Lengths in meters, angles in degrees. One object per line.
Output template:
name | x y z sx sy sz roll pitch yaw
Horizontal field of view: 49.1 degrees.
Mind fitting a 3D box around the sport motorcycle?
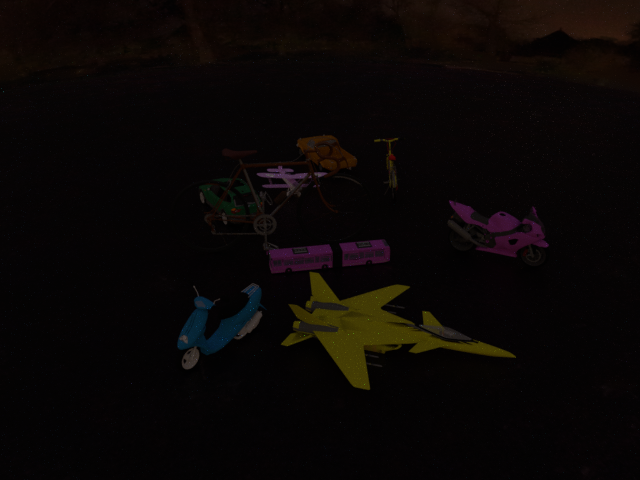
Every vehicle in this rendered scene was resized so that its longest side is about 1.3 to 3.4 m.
sport motorcycle | 2.564 -0.096 10.092 1.520 0.821 0.506 13 30 24

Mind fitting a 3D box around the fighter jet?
fighter jet | 0.969 0.994 8.246 2.640 0.557 2.229 8 28 16

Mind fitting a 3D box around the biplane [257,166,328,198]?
biplane | -0.520 -1.075 12.358 1.336 0.504 1.090 -12 29 -22

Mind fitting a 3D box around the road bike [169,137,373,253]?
road bike | -0.685 -0.613 10.187 3.004 1.656 0.697 -4 27 -8

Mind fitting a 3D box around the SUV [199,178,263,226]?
SUV | -1.490 -0.740 11.619 0.656 0.580 1.572 -15 31 -27

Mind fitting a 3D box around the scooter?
scooter | -1.143 0.875 8.081 0.662 0.919 1.399 20 33 34

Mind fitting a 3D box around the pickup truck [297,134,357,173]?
pickup truck | 0.111 -1.732 13.639 0.640 0.511 1.603 -12 29 -22

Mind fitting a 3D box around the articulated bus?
articulated bus | 0.128 0.232 10.034 1.749 0.289 0.311 -5 27 -10

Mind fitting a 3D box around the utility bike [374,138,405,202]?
utility bike | 1.213 -1.286 12.286 0.535 0.946 1.435 0 27 1
